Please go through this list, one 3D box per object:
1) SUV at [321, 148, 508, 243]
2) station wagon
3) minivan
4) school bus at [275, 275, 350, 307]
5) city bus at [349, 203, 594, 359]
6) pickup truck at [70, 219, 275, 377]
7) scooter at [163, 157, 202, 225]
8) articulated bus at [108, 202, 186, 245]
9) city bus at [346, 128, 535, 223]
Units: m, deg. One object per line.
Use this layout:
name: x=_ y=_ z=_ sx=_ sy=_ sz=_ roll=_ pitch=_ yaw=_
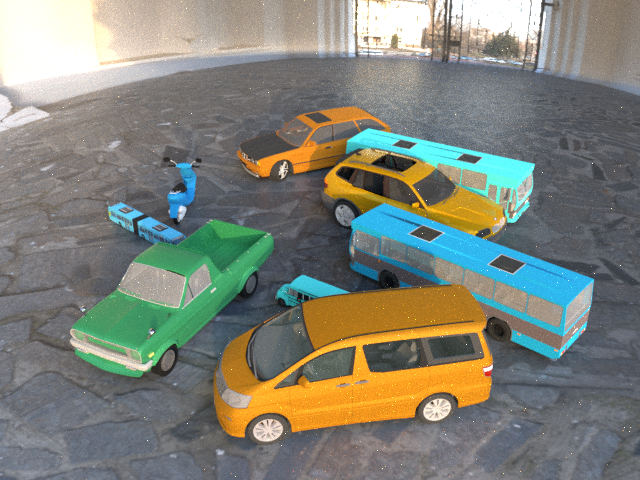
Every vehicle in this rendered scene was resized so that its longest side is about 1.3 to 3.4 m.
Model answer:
SUV: x=1.477 y=-0.667 z=11.272 sx=3.058 sy=1.128 sz=1.276 roll=19 pitch=34 yaw=30
station wagon: x=-0.102 y=-1.986 z=13.874 sx=3.105 sy=0.920 sz=1.327 roll=-15 pitch=32 yaw=-24
minivan: x=0.331 y=1.284 z=7.671 sx=3.011 sy=1.197 sz=1.324 roll=-5 pitch=29 yaw=-8
school bus: x=0.151 y=0.861 z=9.226 sx=1.708 sy=0.434 sz=0.365 roll=19 pitch=34 yaw=30
city bus: x=1.896 y=0.491 z=9.420 sx=3.255 sy=0.894 sz=0.926 roll=23 pitch=36 yaw=36
pickup truck: x=-1.813 y=0.561 z=9.191 sx=1.244 sy=0.993 sz=3.117 roll=13 pitch=32 yaw=23
scooter: x=-2.343 y=-0.910 z=11.929 sx=0.662 sy=0.919 sz=1.399 roll=2 pitch=29 yaw=4
articulated bus: x=-2.822 y=-0.211 z=11.315 sx=1.749 sy=0.289 sz=0.311 roll=24 pitch=37 yaw=36
city bus: x=2.037 y=-1.148 z=12.384 sx=3.255 sy=0.894 sz=0.926 roll=17 pitch=33 yaw=28
